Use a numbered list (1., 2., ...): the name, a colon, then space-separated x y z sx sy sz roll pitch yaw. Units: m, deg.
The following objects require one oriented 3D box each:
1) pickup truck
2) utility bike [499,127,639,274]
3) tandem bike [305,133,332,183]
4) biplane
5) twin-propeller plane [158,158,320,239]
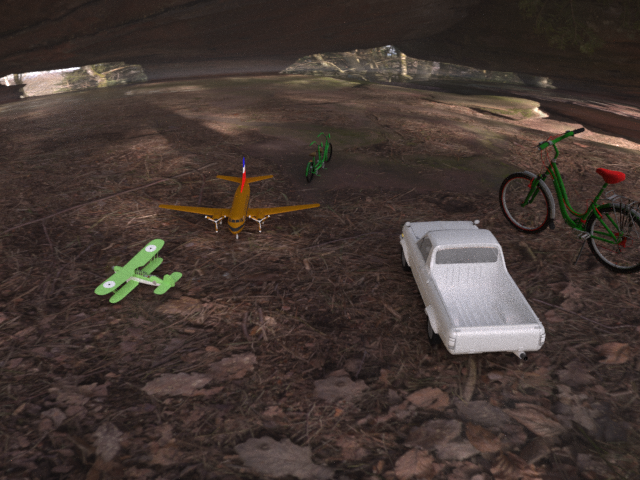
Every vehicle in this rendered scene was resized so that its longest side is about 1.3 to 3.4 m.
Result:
1. pickup truck: 1.865 0.451 9.138 1.244 0.993 3.117 -2 26 -4
2. utility bike: 3.719 -0.599 10.318 1.039 1.839 2.791 -19 32 -33
3. tandem bike: -0.011 -1.666 13.803 0.283 0.682 1.642 8 27 16
4. biplane: -2.437 0.512 9.568 1.090 0.504 1.336 12 29 24
5. twin-propeller plane: -1.334 -0.708 11.726 2.663 0.792 2.129 0 26 -1
